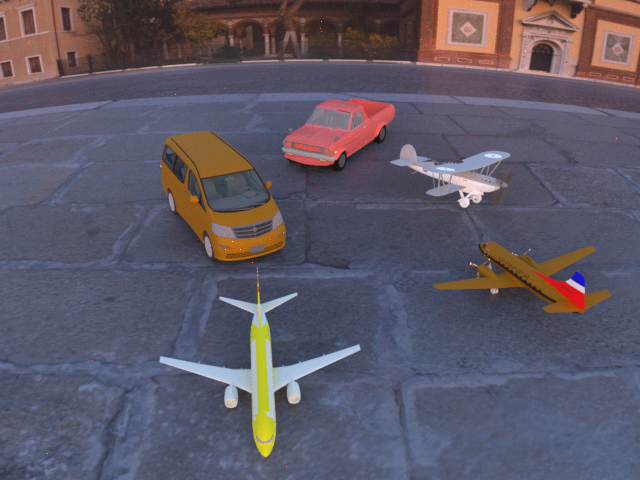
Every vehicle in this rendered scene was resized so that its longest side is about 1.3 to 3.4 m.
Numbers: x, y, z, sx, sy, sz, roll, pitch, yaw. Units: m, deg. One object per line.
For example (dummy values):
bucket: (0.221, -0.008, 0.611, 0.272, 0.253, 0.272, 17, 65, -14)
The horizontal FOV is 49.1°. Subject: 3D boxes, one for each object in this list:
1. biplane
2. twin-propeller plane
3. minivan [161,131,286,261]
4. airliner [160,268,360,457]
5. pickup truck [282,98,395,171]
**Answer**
biplane: (2.294, -1.174, 12.160, 2.120, 0.981, 2.598, 20, 33, 34)
twin-propeller plane: (2.764, 0.384, 9.318, 2.663, 0.792, 2.129, -12, 29, -21)
minivan: (-1.602, -0.758, 11.108, 1.324, 1.197, 3.011, -13, 30, -24)
airliner: (-0.637, 1.245, 7.587, 2.257, 0.835, 2.541, -3, 27, -5)
pickup truck: (0.459, -2.357, 14.460, 1.244, 0.993, 3.117, 14, 30, 25)
